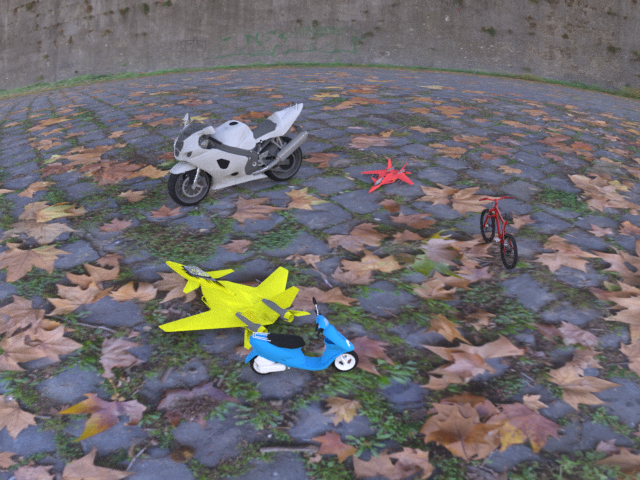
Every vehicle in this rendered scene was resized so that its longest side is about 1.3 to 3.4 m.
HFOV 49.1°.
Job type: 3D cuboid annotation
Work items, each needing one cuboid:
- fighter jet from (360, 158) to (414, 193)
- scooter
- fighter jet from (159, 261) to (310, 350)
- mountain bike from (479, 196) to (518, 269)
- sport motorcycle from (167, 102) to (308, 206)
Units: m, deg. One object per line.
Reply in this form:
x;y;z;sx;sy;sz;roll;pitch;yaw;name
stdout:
1.277;-1.252;13.886;1.147;0.286;1.358;16;32;27;fighter jet
-0.218;1.249;8.502;1.399;0.919;0.662;-2;28;-3;scooter
-1.466;0.622;10.068;2.640;0.557;2.229;25;37;38;fighter jet
2.873;-0.170;11.228;0.573;0.868;1.469;-4;28;-8;mountain bike
-1.542;-1.648;13.234;2.955;1.596;0.983;-19;33;-31;sport motorcycle
